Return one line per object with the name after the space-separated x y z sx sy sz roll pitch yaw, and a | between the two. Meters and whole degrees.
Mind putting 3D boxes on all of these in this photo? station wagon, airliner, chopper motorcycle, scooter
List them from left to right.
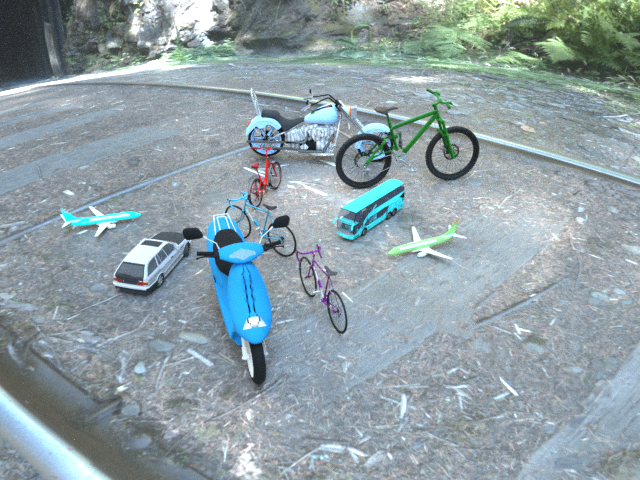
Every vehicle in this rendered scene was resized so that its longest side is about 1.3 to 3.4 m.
-3.720 -0.434 11.900 1.307 0.429 1.161 -10 31 -18 | airliner
-2.514 0.237 10.639 0.682 0.473 1.597 8 30 13 | station wagon
-1.066 0.421 8.947 1.288 1.786 2.721 -8 30 -14 | scooter
-0.012 -2.340 14.266 3.040 1.480 0.906 1 29 2 | chopper motorcycle
1.660 -0.018 11.146 1.307 0.429 1.161 -12 31 -21 | airliner

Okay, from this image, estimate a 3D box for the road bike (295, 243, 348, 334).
0.025 0.625 9.546 0.358 0.852 1.545 -13 31 -21 | road bike

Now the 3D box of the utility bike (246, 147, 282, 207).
-1.062 -1.199 12.751 0.535 0.946 1.435 10 31 18 | utility bike

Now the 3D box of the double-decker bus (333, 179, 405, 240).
0.874 -0.521 11.943 0.389 0.541 1.672 21 35 32 | double-decker bus

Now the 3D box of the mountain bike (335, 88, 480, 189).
1.682 -1.826 13.120 2.857 1.688 1.114 -6 30 -11 | mountain bike

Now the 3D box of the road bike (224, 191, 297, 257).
-0.973 -0.263 11.153 1.545 0.852 0.358 21 35 33 | road bike
